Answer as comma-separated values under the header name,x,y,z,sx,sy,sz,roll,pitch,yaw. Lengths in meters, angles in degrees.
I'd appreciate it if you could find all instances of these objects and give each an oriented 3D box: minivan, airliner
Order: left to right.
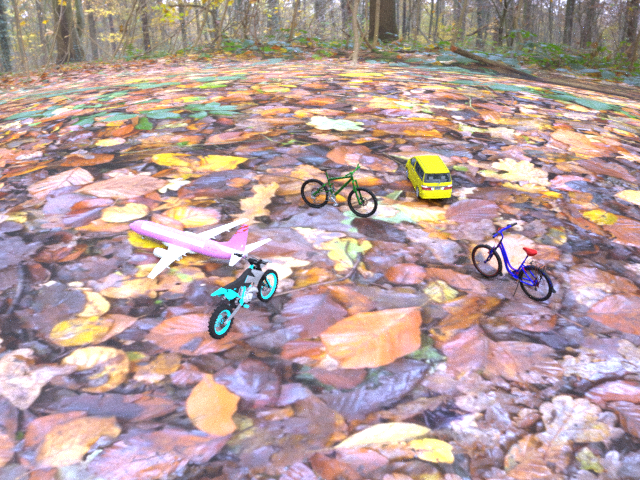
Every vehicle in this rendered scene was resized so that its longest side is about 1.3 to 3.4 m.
name,x,y,z,sx,sy,sz,roll,pitch,yaw
airliner,-2.065,-0.140,10.866,2.541,0.835,2.257,16,32,28
minivan,2.046,-1.276,13.272,0.681,0.616,1.548,-3,28,-5

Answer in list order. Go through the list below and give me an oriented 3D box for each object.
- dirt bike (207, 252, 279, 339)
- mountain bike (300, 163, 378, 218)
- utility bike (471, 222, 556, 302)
name,x,y,z,sx,sy,sz,roll,pitch,yaw
dirt bike,-1.005,0.671,9.295,0.527,0.857,1.493,16,32,28
mountain bike,0.322,-0.875,12.235,1.469,0.868,0.573,12,30,22
utility bike,2.702,0.308,9.892,0.535,0.946,1.435,-22,35,-35
